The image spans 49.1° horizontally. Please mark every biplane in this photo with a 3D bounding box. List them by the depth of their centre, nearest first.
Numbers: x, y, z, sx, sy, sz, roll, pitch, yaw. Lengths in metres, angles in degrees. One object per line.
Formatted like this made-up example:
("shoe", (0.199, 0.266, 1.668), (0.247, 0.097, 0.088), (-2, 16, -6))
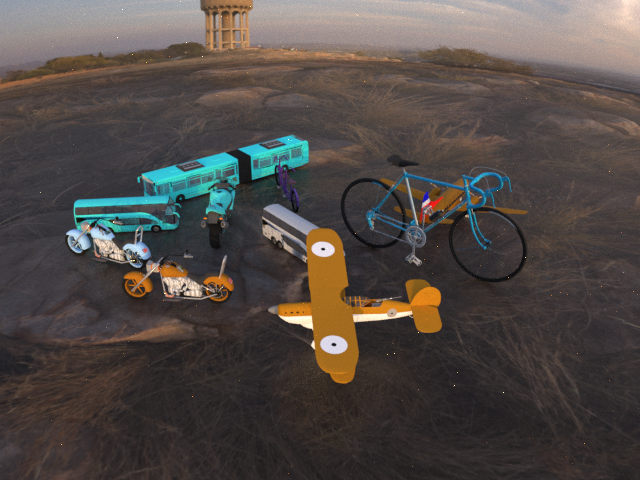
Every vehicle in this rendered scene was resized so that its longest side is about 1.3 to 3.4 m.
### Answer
("biplane", (0.428, 0.867, 8.568), (2.120, 0.981, 2.598), (-2, 28, -3))

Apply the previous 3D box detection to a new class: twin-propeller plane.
("twin-propeller plane", (2.123, -0.747, 11.800), (2.663, 0.792, 2.129), (16, 32, 27))

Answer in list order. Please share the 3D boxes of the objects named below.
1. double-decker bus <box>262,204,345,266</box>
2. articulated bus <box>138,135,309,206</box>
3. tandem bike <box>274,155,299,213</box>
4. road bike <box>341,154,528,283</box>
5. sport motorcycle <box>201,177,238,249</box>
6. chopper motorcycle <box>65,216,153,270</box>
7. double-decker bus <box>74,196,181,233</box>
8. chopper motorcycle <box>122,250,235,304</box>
("double-decker bus", (-0.295, -0.022, 10.706), (0.389, 0.541, 1.672), (-20, 34, -33))
("articulated bus", (-1.700, -1.336, 13.151), (3.401, 0.561, 0.605), (-20, 34, -33))
("tandem bike", (-0.608, -1.050, 12.484), (0.283, 0.682, 1.642), (-8, 29, -15))
("road bike", (1.584, -0.383, 10.198), (3.004, 1.656, 0.696), (17, 33, 29))
("sport motorcycle", (-1.607, -0.486, 11.278), (0.506, 0.821, 1.520), (1, 28, 1))
("chopper motorcycle", (-3.195, -0.003, 10.436), (1.563, 0.761, 0.466), (13, 31, 23))
("double-decker bus", (-3.125, -0.408, 11.430), (1.672, 0.541, 0.389), (-3, 28, -6))
("chopper motorcycle", (-1.939, 0.502, 9.486), (1.563, 0.761, 0.466), (4, 28, 7))
